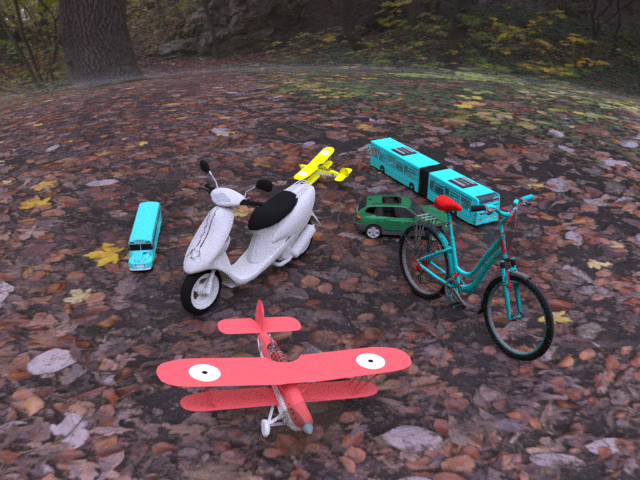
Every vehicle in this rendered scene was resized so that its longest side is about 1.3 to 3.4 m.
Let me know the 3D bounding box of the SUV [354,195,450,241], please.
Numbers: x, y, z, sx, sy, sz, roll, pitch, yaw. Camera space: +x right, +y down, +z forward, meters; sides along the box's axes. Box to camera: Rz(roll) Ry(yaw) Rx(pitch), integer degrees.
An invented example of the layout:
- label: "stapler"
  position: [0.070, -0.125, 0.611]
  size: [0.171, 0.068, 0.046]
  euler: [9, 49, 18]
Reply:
- label: "SUV"
  position: [1.330, -0.386, 11.299]
  size: [1.572, 0.580, 0.656]
  euler: [2, 27, 5]

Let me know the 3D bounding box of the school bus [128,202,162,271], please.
- label: "school bus"
  position: [-2.698, -0.063, 10.817]
  size: [0.365, 0.434, 1.708]
  euler: [-3, 27, -6]

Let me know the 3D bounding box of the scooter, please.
- label: "scooter"
  position: [-0.912, -0.212, 9.604]
  size: [1.288, 1.786, 2.721]
  euler: [20, 33, 34]

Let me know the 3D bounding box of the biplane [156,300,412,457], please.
- label: "biplane"
  position: [-0.387, 1.359, 7.367]
  size: [2.598, 0.981, 2.120]
  euler: [-8, 28, -16]

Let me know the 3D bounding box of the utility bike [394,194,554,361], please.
- label: "utility bike"
  position: [1.919, 0.200, 8.723]
  size: [1.039, 1.839, 2.791]
  euler: [-16, 31, -29]

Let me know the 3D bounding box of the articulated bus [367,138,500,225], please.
- label: "articulated bus"
  position: [1.979, -1.142, 12.828]
  size: [0.605, 0.561, 3.401]
  euler: [-13, 29, -25]

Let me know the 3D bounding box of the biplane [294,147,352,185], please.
- label: "biplane"
  position: [0.042, -1.289, 13.187]
  size: [1.090, 0.504, 1.336]
  euler: [14, 30, 25]
